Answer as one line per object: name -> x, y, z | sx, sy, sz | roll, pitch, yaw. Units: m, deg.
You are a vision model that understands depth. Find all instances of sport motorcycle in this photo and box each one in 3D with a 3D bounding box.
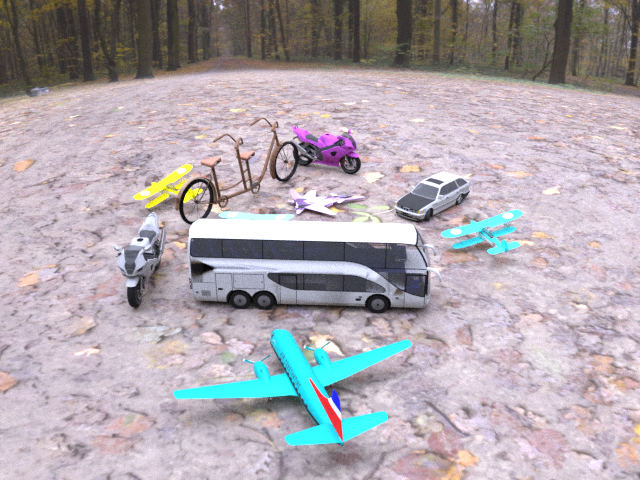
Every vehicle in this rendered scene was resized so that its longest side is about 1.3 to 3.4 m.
sport motorcycle -> 0.112, -1.773, 13.696 | 1.520, 0.821, 0.506 | 13, 29, 25
sport motorcycle -> -2.413, 0.255, 9.559 | 0.506, 0.821, 1.520 | 0, 26, 1

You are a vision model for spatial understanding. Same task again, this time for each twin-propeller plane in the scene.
twin-propeller plane -> -0.160, 1.383, 7.291 | 2.663, 0.792, 2.129 | -9, 28, -18

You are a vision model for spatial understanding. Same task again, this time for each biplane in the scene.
biplane -> -1.074, -0.185, 10.817 | 1.336, 0.504, 1.090 | 12, 29, 24
biplane -> 2.516, -0.053, 10.548 | 1.336, 0.504, 1.090 | -8, 27, -17
biplane -> -2.580, -0.846, 12.165 | 1.090, 0.504, 1.336 | 17, 31, 30

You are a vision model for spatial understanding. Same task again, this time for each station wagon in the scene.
station wagon -> 1.947, -0.790, 12.085 | 0.682, 0.473, 1.597 | 22, 34, 37

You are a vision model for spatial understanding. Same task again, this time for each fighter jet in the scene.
fighter jet -> 0.160, -0.742, 12.201 | 1.358, 0.286, 1.147 | -8, 27, -16

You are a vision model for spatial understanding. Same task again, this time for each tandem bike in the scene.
tandem bike -> -1.347, -1.275, 12.108 | 0.550, 1.326, 3.192 | 17, 31, 32

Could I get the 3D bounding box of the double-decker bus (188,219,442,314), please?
double-decker bus -> -0.080, 0.318, 9.168 | 3.251, 1.052, 0.756 | 1, 26, 3
